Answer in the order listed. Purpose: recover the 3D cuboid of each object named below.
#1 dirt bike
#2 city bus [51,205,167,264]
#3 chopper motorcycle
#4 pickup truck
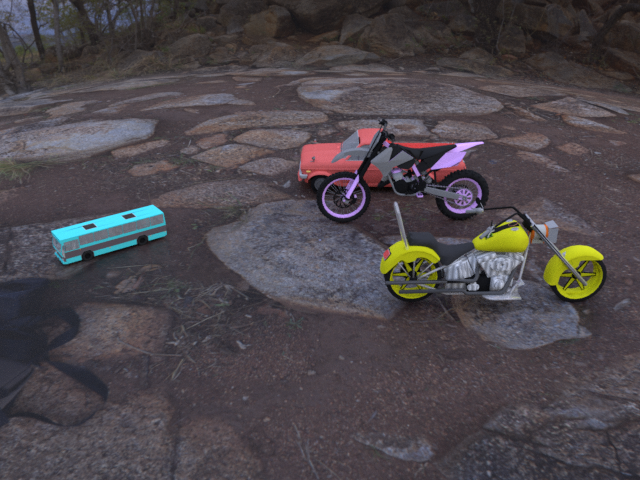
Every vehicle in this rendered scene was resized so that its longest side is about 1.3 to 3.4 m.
[{"bbox_3d":[1.386,-1.057,11.487,2.903,1.666,1.024,-2,27,-4],"label":"dirt bike"},{"bbox_3d":[-3.252,-0.081,10.885,1.674,0.460,0.476,-18,32,-32],"label":"city bus"},{"bbox_3d":[2.319,0.166,9.252,3.040,1.480,0.906,-1,27,-3],"label":"chopper motorcycle"},{"bbox_3d":[1.132,-1.528,13.180,3.117,0.993,1.244,0,27,1],"label":"pickup truck"}]
